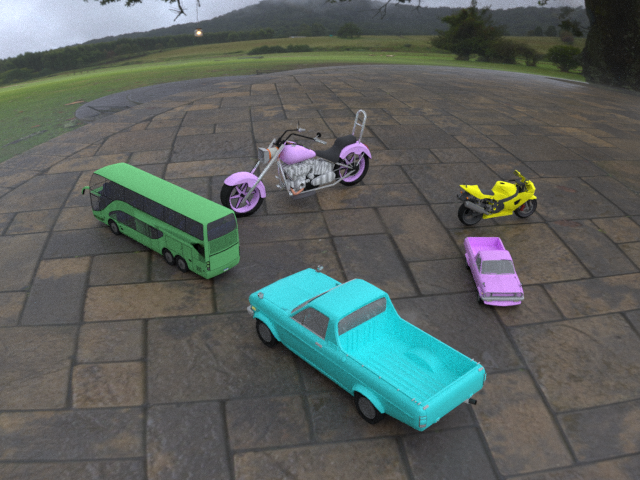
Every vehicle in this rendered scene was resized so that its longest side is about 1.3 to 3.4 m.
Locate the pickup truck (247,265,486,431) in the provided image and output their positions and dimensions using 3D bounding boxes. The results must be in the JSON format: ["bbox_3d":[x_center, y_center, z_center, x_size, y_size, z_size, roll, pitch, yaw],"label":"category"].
[{"bbox_3d":[0.442,1.142,8.456,1.244,0.993,3.117,-23,36,-36],"label":"pickup truck"}]

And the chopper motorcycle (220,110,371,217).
[{"bbox_3d":[-0.379,-1.395,12.574,3.040,1.480,0.906,-16,33,-27],"label":"chopper motorcycle"}]

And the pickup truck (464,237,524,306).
[{"bbox_3d":[2.543,0.388,10.332,0.640,0.511,1.603,0,29,0],"label":"pickup truck"}]

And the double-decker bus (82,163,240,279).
[{"bbox_3d":[-2.590,-0.390,11.188,3.251,1.052,0.756,23,36,36],"label":"double-decker bus"}]

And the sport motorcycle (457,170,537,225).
[{"bbox_3d":[3.052,-0.687,11.969,1.520,0.821,0.506,-7,30,-13],"label":"sport motorcycle"}]
